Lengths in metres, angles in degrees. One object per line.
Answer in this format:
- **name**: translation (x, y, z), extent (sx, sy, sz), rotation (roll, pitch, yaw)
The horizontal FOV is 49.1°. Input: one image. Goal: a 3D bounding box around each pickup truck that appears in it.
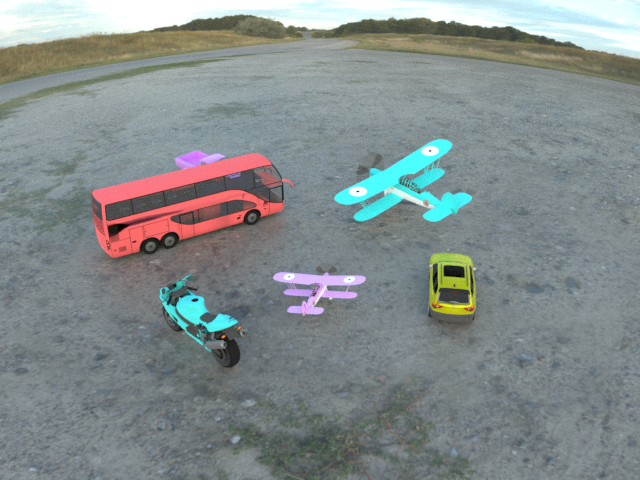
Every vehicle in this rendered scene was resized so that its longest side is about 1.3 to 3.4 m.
- **pickup truck**: translation (-2.054, -1.354, 13.254), extent (1.603, 0.511, 0.640), rotation (25, 38, 37)

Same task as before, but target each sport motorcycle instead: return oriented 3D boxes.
- **sport motorcycle**: translation (-1.525, 1.018, 8.794), extent (1.520, 0.821, 0.506), rotation (25, 38, 37)

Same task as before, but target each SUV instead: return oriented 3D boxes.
- **SUV**: translation (1.851, 0.573, 9.813), extent (0.656, 0.580, 1.572), rotation (4, 30, 7)

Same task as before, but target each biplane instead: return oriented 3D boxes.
- **biplane**: translation (1.492, -0.823, 11.853), extent (2.598, 0.981, 2.120), rotation (-22, 37, -34)
- **biplane**: translation (-0.073, 0.729, 9.618), extent (1.336, 0.504, 1.090), rotation (10, 31, 16)

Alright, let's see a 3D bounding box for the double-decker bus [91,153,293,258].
- **double-decker bus**: translation (-2.024, -0.621, 11.427), extent (3.251, 1.052, 0.756), rotation (-18, 34, -28)
